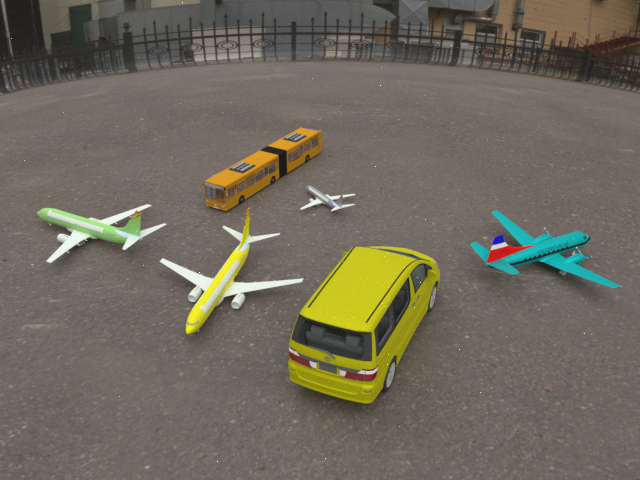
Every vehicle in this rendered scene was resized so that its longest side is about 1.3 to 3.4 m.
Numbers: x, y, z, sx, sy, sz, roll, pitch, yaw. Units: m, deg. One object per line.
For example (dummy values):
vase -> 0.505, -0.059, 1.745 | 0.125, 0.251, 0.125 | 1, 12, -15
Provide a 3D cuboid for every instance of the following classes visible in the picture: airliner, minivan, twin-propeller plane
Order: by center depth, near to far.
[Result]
minivan -> 0.690, 0.797, 9.103 | 1.324, 1.197, 3.011 | 12, 32, 21
airliner -> -1.416, 0.421, 10.141 | 2.257, 0.835, 2.541 | 7, 30, 13
twin-propeller plane -> 3.410, 0.079, 10.794 | 2.129, 0.792, 2.663 | -14, 32, -24
airliner -> -3.826, -0.373, 11.553 | 2.541, 0.835, 2.257 | 16, 33, 26
airliner -> 0.074, -0.844, 12.807 | 1.161, 0.429, 1.307 | -17, 33, -27

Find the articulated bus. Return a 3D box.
articulated bus -> -1.033, -1.467, 13.781 | 0.605, 0.561, 3.401 | 17, 33, 27
